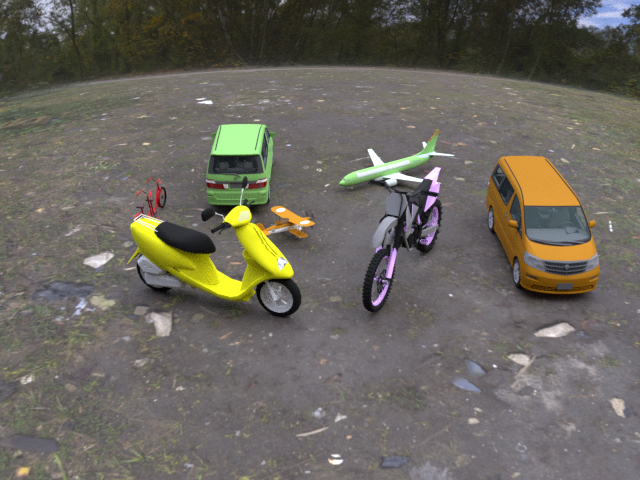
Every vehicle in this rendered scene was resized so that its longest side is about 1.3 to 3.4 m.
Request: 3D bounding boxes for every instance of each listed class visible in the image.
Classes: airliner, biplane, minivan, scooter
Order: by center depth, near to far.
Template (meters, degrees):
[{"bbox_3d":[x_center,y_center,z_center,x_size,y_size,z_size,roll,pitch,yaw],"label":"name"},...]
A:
[{"bbox_3d":[-1.539,0.107,9.792,2.721,1.786,1.288,10,29,18],"label":"scooter"},{"bbox_3d":[3.516,-0.310,11.218,1.324,1.197,3.011,0,28,0],"label":"minivan"},{"bbox_3d":[-0.615,-0.243,11.835,1.090,0.504,1.336,-15,31,-26],"label":"biplane"},{"bbox_3d":[-1.532,-1.648,13.763,1.324,1.197,3.011,-1,28,-1],"label":"minivan"},{"bbox_3d":[1.441,-1.613,14.086,2.541,0.835,2.257,-17,32,-29],"label":"airliner"}]

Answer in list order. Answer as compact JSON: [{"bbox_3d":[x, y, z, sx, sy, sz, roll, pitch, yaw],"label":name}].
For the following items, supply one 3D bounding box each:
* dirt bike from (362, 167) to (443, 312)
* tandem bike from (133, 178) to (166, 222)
[{"bbox_3d":[1.312,-0.162,10.432,1.024,1.666,2.903,14,31,25],"label":"dirt bike"},{"bbox_3d":[-3.012,-0.628,12.376,0.283,0.682,1.642,4,28,7],"label":"tandem bike"}]
